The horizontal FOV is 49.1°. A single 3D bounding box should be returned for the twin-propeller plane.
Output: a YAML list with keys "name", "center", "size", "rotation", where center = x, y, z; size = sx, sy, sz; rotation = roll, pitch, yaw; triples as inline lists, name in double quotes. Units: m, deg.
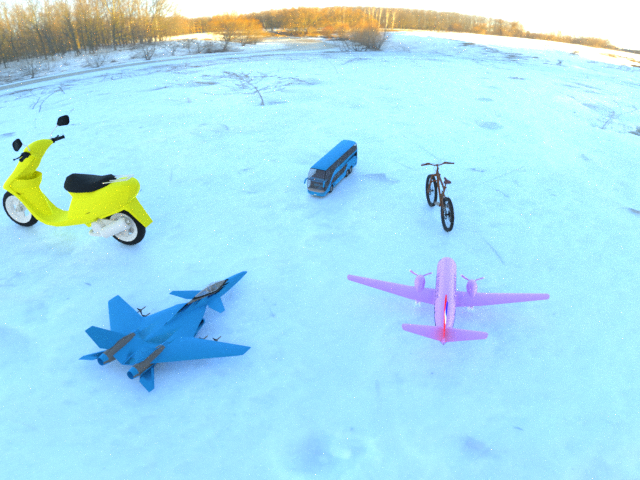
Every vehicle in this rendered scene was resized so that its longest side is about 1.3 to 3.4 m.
- name: "twin-propeller plane"
  center: [1.646, 0.658, 9.131]
  size: [2.663, 0.792, 2.129]
  rotation: [5, 30, 9]

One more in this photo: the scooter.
- name: "scooter"
  center: [-3.878, -0.858, 10.814]
  size: [2.721, 1.786, 1.288]
  rotation: [9, 31, 16]

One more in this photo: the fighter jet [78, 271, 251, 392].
- name: "fighter jet"
  center: [-1.731, 0.856, 9.018]
  size: [2.229, 0.557, 2.640]
  rotation: [16, 33, 27]

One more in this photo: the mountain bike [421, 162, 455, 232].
- name: "mountain bike"
  center: [1.988, -0.768, 11.591]
  size: [0.573, 0.868, 1.469]
  rotation: [-4, 30, -7]

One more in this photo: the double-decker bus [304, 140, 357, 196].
- name: "double-decker bus"
  center: [0.237, -1.324, 12.917]
  size: [0.389, 0.541, 1.672]
  rotation: [12, 32, 21]
